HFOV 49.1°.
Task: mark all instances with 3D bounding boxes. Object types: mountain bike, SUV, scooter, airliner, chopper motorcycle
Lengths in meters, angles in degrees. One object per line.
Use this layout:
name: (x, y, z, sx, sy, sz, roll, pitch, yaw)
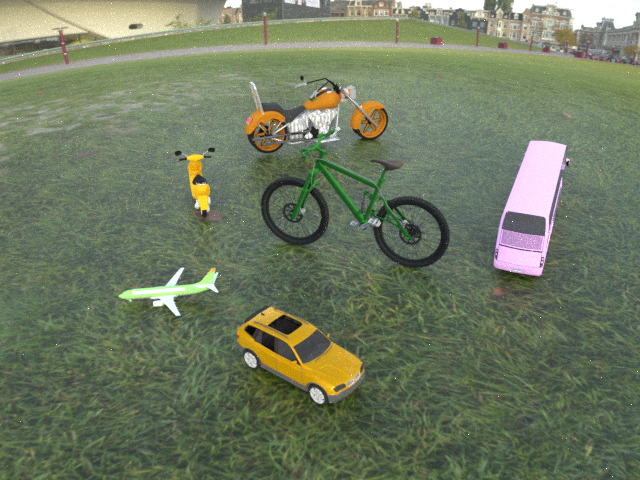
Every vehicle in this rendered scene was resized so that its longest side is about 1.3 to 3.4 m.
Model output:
mountain bike: (0.448, -0.526, 9.902, 2.857, 1.688, 1.114, 11, 31, 19)
SUV: (-0.240, 1.239, 7.831, 1.572, 0.580, 0.656, 21, 35, 33)
scooter: (-2.016, -1.014, 11.594, 0.662, 0.919, 1.399, -8, 30, -14)
airliner: (-1.987, 0.590, 9.173, 1.307, 0.429, 1.161, -4, 29, -6)
chopper motorcycle: (-0.022, -2.537, 13.791, 3.040, 1.480, 0.906, -12, 31, -21)

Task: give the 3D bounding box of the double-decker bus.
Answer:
double-decker bus: (3.289, -0.612, 10.721, 0.756, 1.052, 3.251, 11, 31, 19)
